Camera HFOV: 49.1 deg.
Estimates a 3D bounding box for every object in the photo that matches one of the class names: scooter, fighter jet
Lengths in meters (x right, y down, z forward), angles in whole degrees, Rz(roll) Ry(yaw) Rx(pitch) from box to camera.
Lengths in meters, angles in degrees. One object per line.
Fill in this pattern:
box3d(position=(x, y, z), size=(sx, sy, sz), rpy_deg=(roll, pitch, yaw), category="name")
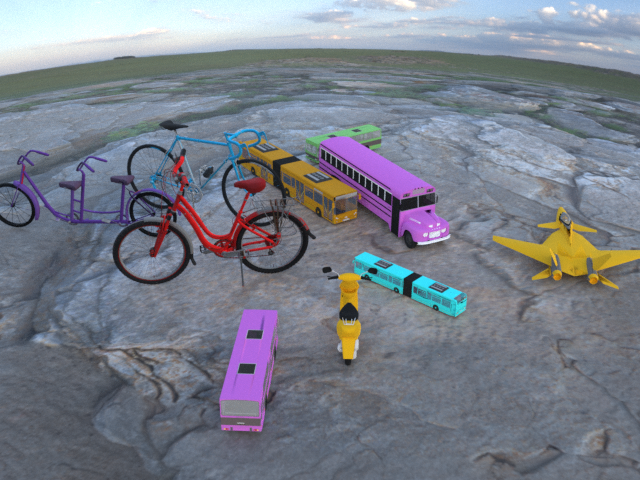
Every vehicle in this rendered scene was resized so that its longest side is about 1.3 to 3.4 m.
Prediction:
box3d(position=(0.349, 0.810, 8.400), size=(0.662, 0.919, 1.399), rpy_deg=(1, 27, 2), category="scooter")
box3d(position=(3.790, -0.132, 10.663), size=(2.229, 0.557, 2.640), rpy_deg=(6, 27, 11), category="fighter jet")

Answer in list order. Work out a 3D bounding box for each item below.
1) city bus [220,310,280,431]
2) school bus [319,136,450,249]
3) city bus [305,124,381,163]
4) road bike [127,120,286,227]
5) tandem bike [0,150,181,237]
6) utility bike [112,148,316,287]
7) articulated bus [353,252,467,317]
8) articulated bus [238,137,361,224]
box3d(position=(-0.750, 1.408, 7.726), size=(0.476, 0.460, 1.674), rpy_deg=(1, 27, 3), category="city bus")
box3d(position=(1.017, -0.873, 11.809), size=(0.709, 0.844, 3.322), rpy_deg=(-13, 30, -24), category="school bus")
box3d(position=(0.493, -1.971, 14.406), size=(1.674, 0.460, 0.476), rpy_deg=(-18, 32, -31), category="city bus")
box3d(position=(-1.920, -1.127, 11.412), size=(3.004, 1.656, 0.696), rpy_deg=(11, 29, 20), category="road bike")
box3d(position=(-3.737, -0.714, 10.963), size=(3.192, 1.326, 0.550), rpy_deg=(4, 27, 7), category="tandem bike")
box3d(position=(-1.402, -0.211, 9.399), size=(2.791, 1.839, 1.039), rpy_deg=(-5, 27, -10), category="utility bike")
box3d(position=(1.187, 0.583, 9.547), size=(1.749, 0.289, 0.311), rpy_deg=(23, 35, 38), category="articulated bus")
box3d(position=(-0.484, -1.144, 12.660), size=(0.605, 0.561, 3.401), rpy_deg=(-17, 31, -30), category="articulated bus")
